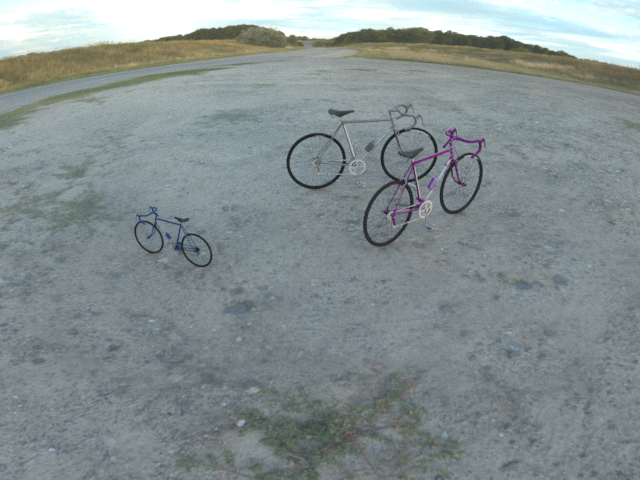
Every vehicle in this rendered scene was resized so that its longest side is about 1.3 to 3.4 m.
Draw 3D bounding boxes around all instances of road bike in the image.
[{"bbox_3d":[0.841,-1.799,13.478,3.004,1.656,0.696,-5,29,-8],"label":"road bike"},{"bbox_3d":[-2.370,-0.053,11.173,1.545,0.852,0.358,14,32,23],"label":"road bike"},{"bbox_3d":[1.840,-0.935,11.930,3.004,1.656,0.696,-22,36,-34],"label":"road bike"}]
